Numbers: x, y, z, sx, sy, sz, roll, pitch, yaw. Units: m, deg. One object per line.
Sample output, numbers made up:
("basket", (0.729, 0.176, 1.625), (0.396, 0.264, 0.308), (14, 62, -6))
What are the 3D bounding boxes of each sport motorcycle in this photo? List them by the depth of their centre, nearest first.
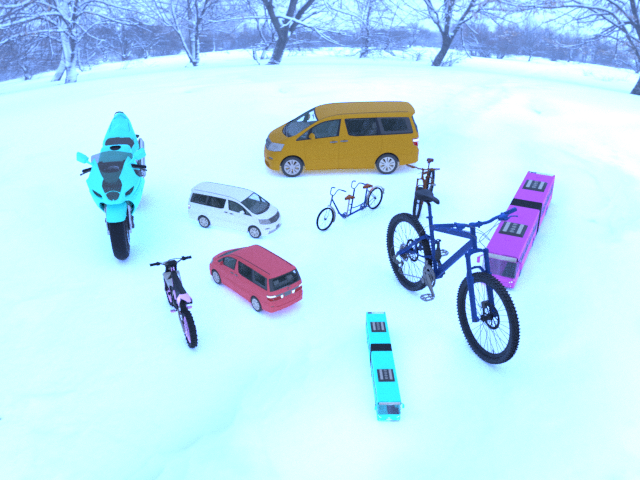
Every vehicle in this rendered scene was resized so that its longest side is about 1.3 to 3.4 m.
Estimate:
("sport motorcycle", (-3.171, -0.932, 11.134), (0.983, 1.596, 2.955), (-5, 28, -10))

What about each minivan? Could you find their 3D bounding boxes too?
("minivan", (-0.912, 0.432, 9.557), (0.681, 0.616, 1.548), (-22, 34, -36))
("minivan", (-1.380, -0.510, 11.385), (1.548, 0.616, 0.681), (11, 29, 21))
("minivan", (0.402, -2.013, 13.667), (3.011, 1.197, 1.324), (-2, 27, -4))

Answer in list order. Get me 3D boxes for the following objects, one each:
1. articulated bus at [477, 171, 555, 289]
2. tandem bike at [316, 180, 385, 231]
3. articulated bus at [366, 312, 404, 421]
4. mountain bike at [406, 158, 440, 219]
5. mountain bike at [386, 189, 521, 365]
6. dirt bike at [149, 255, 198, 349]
("articulated bus", (3.155, -0.264, 10.967), (0.605, 0.561, 3.401), (12, 30, 22))
("tandem bike", (0.530, -0.656, 11.597), (1.642, 0.682, 0.283), (-24, 36, -39))
("articulated bus", (0.708, 1.397, 8.041), (0.311, 0.289, 1.749), (0, 27, -1))
("mountain bike", (1.787, -0.940, 11.945), (0.573, 0.868, 1.469), (10, 29, 18))
("mountain bike", (1.566, 0.268, 8.705), (1.114, 1.688, 2.857), (-12, 29, -21))
("dirt bike", (-1.793, 0.692, 8.789), (0.527, 0.857, 1.493), (-12, 29, -21))
